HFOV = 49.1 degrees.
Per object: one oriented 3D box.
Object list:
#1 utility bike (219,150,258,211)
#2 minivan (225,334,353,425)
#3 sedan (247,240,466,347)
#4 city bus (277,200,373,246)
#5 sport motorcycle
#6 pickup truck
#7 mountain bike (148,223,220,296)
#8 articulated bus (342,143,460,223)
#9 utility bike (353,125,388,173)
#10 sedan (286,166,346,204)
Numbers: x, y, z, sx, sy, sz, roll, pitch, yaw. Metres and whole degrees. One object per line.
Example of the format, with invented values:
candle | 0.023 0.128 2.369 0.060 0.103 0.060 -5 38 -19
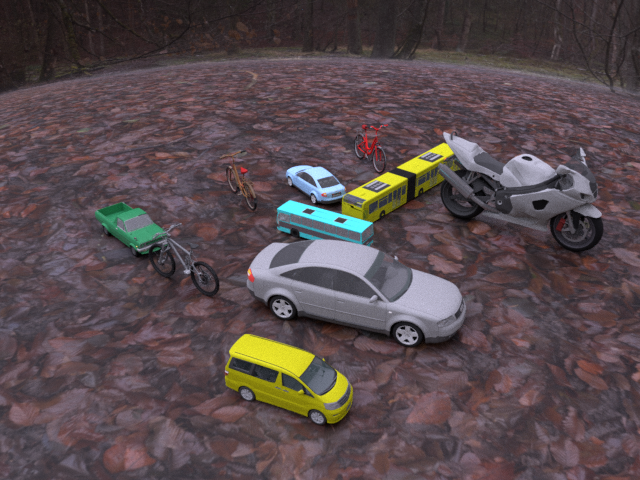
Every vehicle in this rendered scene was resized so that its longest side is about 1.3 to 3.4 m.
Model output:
utility bike | -1.523 -1.131 13.014 0.535 0.946 1.435 -15 32 -25
minivan | -0.365 1.640 8.363 1.548 0.616 0.681 13 31 22
sedan | 0.493 0.614 9.878 3.137 0.940 1.235 10 31 18
city bus | 0.070 -0.208 11.853 1.674 0.460 0.476 17 33 27
sport motorcycle | 3.351 -0.843 11.826 2.955 1.596 0.983 20 35 32
pickup truck | -3.207 -0.256 11.887 0.640 0.511 1.603 -24 37 -36
mountain bike | -2.070 0.307 10.505 1.469 0.868 0.573 19 34 31
articulated bus | 1.660 -1.107 13.367 0.605 0.561 3.401 22 36 34
utility bike | 1.078 -2.015 14.607 0.535 0.946 1.435 -12 31 -21
sedan | -0.103 -1.152 13.528 0.635 0.483 1.613 -16 33 -27
